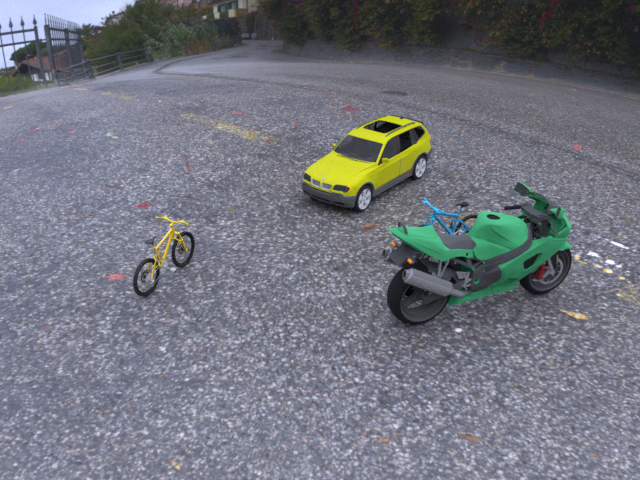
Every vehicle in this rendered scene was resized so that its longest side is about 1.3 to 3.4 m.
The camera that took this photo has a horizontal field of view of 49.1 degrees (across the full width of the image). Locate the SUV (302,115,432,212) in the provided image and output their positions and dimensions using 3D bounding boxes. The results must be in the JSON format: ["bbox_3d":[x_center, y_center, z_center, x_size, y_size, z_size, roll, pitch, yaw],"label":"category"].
[{"bbox_3d":[0.951,-1.546,13.261,1.276,1.128,3.058,21,34,34],"label":"SUV"}]

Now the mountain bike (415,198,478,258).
[{"bbox_3d":[1.989,-0.203,11.022,1.469,0.868,0.573,-12,30,-21],"label":"mountain bike"}]

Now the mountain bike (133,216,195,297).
[{"bbox_3d":[-2.277,0.201,10.266,0.573,0.868,1.469,12,30,21],"label":"mountain bike"}]

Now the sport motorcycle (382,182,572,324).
[{"bbox_3d":[2.216,0.230,9.437,2.955,1.596,0.983,-10,30,-19],"label":"sport motorcycle"}]
